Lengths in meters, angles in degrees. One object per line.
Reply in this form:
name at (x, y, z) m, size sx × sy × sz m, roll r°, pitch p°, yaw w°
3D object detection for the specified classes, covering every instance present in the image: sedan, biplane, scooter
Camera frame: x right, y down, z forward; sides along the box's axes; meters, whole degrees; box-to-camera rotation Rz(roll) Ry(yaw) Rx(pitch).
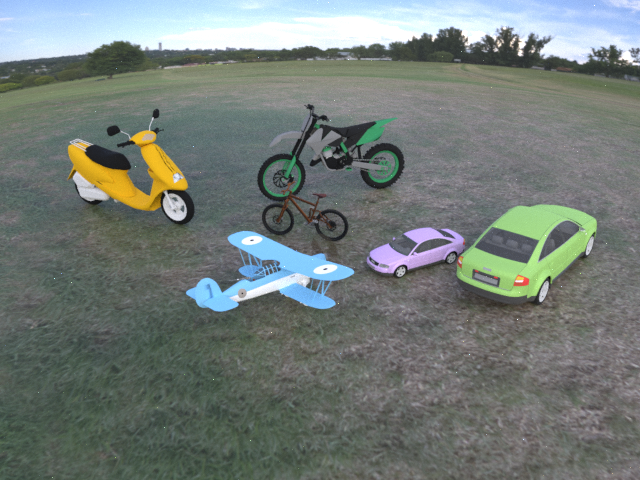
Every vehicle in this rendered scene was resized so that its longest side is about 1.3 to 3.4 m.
sedan at (1.467, 0.133, 10.654) m, size 1.613 × 0.483 × 0.635 m, roll -13°, pitch 29°, yaw -25°
biplane at (-0.718, 0.514, 9.307) m, size 2.120 × 0.981 × 2.598 m, roll -19°, pitch 32°, yaw -33°
sedan at (3.164, 0.006, 10.393) m, size 1.235 × 0.940 × 3.137 m, roll 20°, pitch 32°, yaw 34°
scooter at (-3.342, -1.284, 12.069) m, size 2.721 × 1.786 × 1.288 m, roll 12°, pitch 29°, yaw 24°

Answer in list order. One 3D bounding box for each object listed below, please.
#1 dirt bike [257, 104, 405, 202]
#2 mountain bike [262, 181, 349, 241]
dirt bike at (0.248, -1.598, 12.849) m, size 2.903 × 1.666 × 1.024 m, roll -9°, pitch 27°, yaw -17°
mountain bike at (-0.251, -0.429, 11.366) m, size 1.469 × 0.868 × 0.573 m, roll 7°, pitch 27°, yaw 14°
